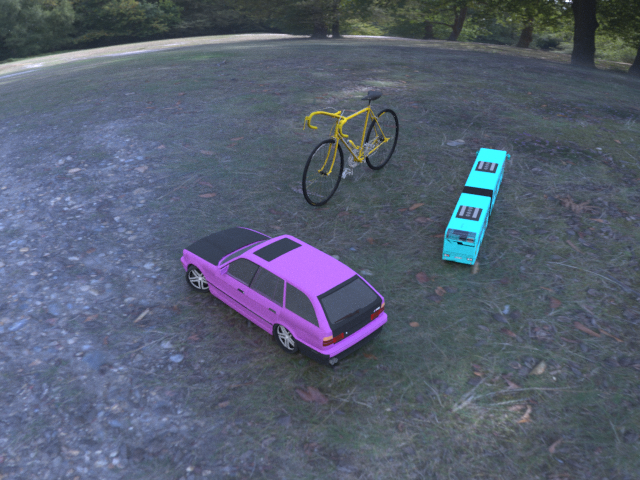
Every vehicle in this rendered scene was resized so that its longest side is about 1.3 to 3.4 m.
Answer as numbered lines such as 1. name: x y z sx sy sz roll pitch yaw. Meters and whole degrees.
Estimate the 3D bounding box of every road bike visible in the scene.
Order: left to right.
1. road bike: 0.609 -1.710 12.270 0.697 1.656 3.004 20 36 31

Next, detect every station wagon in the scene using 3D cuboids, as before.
1. station wagon: -0.591 0.477 9.234 1.327 0.920 3.105 -26 39 -37

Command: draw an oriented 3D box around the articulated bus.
1. articulated bus: 2.603 -0.654 11.541 0.605 0.561 3.401 10 32 17
